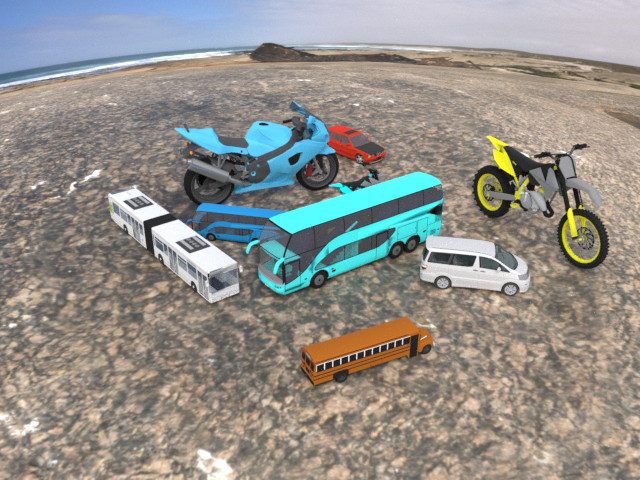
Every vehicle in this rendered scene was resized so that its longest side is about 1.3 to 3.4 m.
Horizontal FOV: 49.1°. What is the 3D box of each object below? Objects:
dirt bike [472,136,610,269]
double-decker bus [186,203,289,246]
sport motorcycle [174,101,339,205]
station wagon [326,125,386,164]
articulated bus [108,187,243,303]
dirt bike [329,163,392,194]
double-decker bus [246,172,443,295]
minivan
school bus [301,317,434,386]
[{"bbox_3d":[3.421,-0.751,10.970,1.024,1.666,2.903,-14,31,-25],"label":"dirt bike"},{"bbox_3d":[-1.292,-0.247,11.221,1.672,0.541,0.389,6,29,11],"label":"double-decker bus"},{"bbox_3d":[-1.037,-1.478,12.418,2.955,1.596,0.983,-10,30,-18],"label":"sport motorcycle"},{"bbox_3d":[0.660,-2.028,14.652,0.682,0.473,1.597,-24,36,-37],"label":"station wagon"},{"bbox_3d":[-2.329,-0.010,10.753,0.605,0.561,3.401,-20,34,-33],"label":"articulated bus"},{"bbox_3d":[0.705,-0.812,11.950,1.493,0.857,0.527,-16,32,-27],"label":"dirt bike"},{"bbox_3d":[0.482,-0.129,10.454,3.251,1.052,0.756,-19,33,-32],"label":"double-decker bus"},{"bbox_3d":[2.226,0.344,10.027,1.548,0.616,0.681,5,28,10],"label":"minivan"},{"bbox_3d":[0.610,1.303,8.411,1.708,0.434,0.365,-13,31,-23],"label":"school bus"}]
